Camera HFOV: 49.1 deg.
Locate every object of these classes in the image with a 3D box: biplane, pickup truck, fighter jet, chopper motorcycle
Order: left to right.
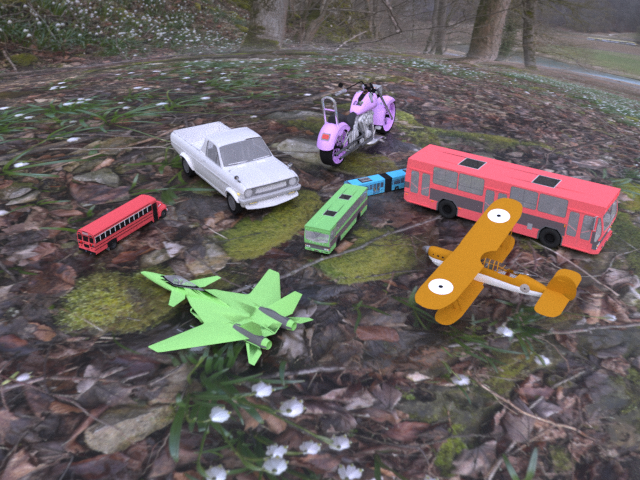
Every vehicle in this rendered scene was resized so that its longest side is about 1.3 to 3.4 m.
[{"bbox_3d":[-1.475,0.689,9.121,2.640,0.557,2.229,20,35,32],"label":"fighter jet"},{"bbox_3d":[-1.596,-1.479,12.573,1.244,0.993,3.117,-18,34,-29],"label":"pickup truck"},{"bbox_3d":[0.811,-2.491,13.892,0.906,1.480,3.040,15,32,25],"label":"chopper motorcycle"},{"bbox_3d":[2.251,0.449,9.117,2.120,0.981,2.598,19,34,30],"label":"biplane"}]

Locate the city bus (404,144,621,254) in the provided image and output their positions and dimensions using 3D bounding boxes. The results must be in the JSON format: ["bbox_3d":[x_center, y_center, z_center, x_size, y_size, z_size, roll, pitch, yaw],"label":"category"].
[{"bbox_3d":[2.977,-0.674,11.225,3.255,0.894,0.926,19,34,30],"label":"city bus"}]

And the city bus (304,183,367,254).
[{"bbox_3d":[0.277,-0.346,11.082,0.476,0.460,1.674,12,31,20],"label":"city bus"}]

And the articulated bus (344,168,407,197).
[{"bbox_3d":[1.245,-1.046,12.518,1.749,0.289,0.311,-14,32,-23],"label":"articulated bus"}]

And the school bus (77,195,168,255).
[{"bbox_3d":[-3.059,-0.293,11.014,0.365,0.434,1.708,15,32,25],"label":"school bus"}]
